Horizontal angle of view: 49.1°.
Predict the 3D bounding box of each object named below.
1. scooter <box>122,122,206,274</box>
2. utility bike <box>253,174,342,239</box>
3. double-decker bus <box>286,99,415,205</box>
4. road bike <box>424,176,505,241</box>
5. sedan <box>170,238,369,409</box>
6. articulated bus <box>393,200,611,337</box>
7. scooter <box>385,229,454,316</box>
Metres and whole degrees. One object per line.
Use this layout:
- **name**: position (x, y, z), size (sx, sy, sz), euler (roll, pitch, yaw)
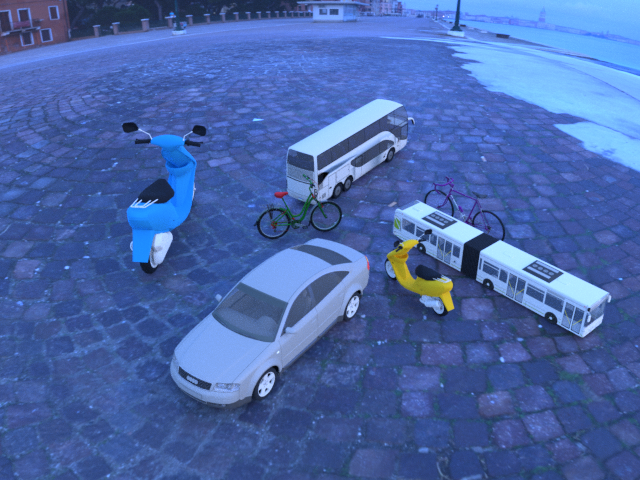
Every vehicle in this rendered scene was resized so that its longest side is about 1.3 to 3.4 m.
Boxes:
- **scooter**: position (-2.357, -0.803, 10.623), size (1.288, 1.786, 2.721), euler (3, 32, 5)
- **utility bike**: position (-0.355, -0.513, 10.953), size (1.435, 0.946, 0.535), euler (-8, 33, -13)
- **double-decker bus**: position (0.601, -1.686, 12.744), size (0.756, 1.052, 3.251), euler (21, 37, 30)
- **road bike**: position (2.252, -0.462, 10.960), size (0.358, 0.852, 1.545), euler (-27, 41, -36)
- **sedan**: position (-0.541, 0.853, 8.757), size (1.235, 0.940, 3.137), euler (20, 37, 29)
- **articulated bus**: position (2.437, 0.314, 9.984), size (0.605, 0.561, 3.401), euler (-25, 39, -34)
- **scooter**: position (1.335, 0.398, 9.510), size (0.662, 0.919, 1.399), euler (-19, 36, -28)
